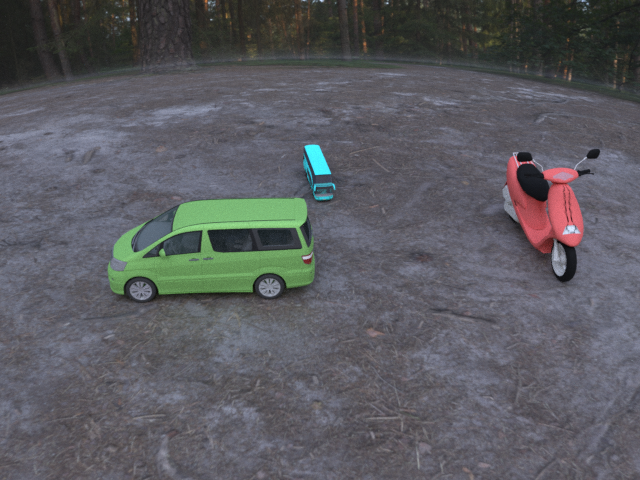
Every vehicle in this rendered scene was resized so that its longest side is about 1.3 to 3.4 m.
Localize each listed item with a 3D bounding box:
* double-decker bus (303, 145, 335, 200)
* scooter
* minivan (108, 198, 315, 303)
[{"bbox_3d":[-0.044,-1.293,13.453,0.389,0.541,1.672,-4,29,-8],"label":"double-decker bus"},{"bbox_3d":[3.510,-0.690,11.056,1.288,1.786,2.721,-3,29,-6],"label":"scooter"},{"bbox_3d":[-1.587,0.090,10.247,3.011,1.197,1.324,-1,29,-2],"label":"minivan"}]
